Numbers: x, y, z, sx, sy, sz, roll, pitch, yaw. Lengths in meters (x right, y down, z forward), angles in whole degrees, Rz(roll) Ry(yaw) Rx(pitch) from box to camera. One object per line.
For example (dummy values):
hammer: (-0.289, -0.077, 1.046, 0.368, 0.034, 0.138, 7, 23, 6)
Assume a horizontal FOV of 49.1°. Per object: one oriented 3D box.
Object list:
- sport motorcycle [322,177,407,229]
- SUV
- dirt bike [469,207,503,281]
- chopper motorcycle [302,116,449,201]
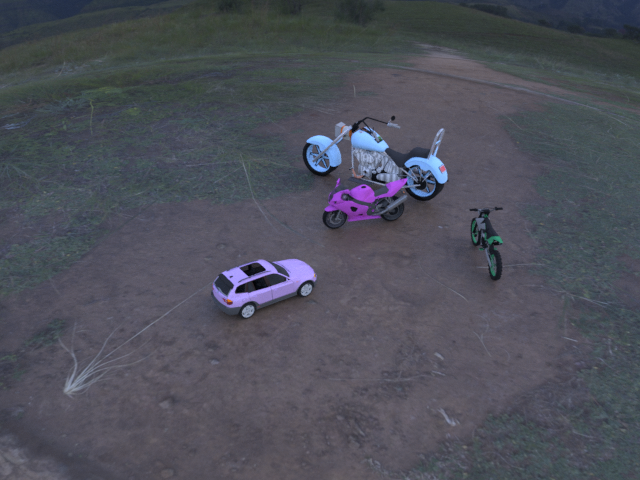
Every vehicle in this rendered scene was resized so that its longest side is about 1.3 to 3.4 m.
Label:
sport motorcycle: (0.772, -0.637, 12.010, 1.520, 0.821, 0.506, -8, 31, -14)
SUV: (-0.792, 0.597, 10.102, 1.572, 0.580, 0.656, -18, 35, -29)
dirt bike: (2.598, -0.043, 10.940, 0.527, 0.857, 1.493, -2, 30, -4)
chopper motorcycle: (0.979, -1.657, 13.127, 3.040, 1.480, 0.906, 18, 35, 29)
